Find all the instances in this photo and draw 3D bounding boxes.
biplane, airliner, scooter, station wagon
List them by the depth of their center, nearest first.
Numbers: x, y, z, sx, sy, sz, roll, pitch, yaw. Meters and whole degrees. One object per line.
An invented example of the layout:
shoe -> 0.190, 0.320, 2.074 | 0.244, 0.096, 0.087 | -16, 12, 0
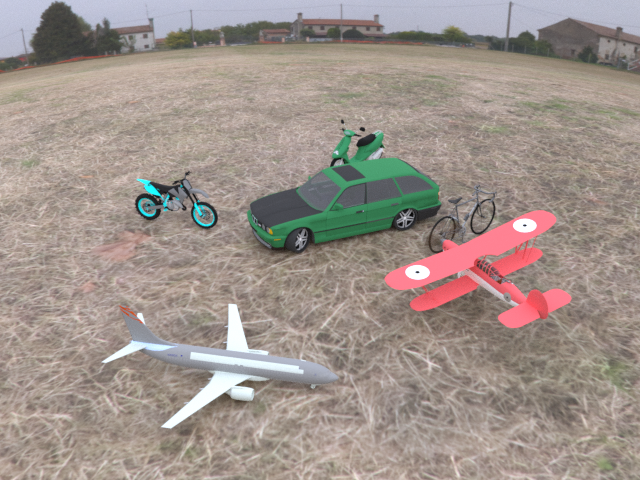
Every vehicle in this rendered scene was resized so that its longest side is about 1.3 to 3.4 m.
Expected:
airliner -> -1.043, 1.208, 7.819 | 2.541, 0.835, 2.257 | 5, 29, 9
biplane -> 2.144, 0.484, 9.009 | 2.598, 0.981, 2.120 | -14, 31, -24
station wagon -> 0.379, -0.648, 11.175 | 3.105, 0.920, 1.327 | -12, 31, -21
scooter -> 0.731, -1.816, 13.344 | 1.399, 0.919, 0.662 | -22, 35, -34

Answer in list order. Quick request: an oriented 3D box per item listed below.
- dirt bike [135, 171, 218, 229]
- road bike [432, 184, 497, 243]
dirt bike -> -2.327, -0.641, 11.229 | 1.493, 0.857, 0.527 | 9, 30, 16
road bike -> 2.194, -0.334, 10.663 | 1.545, 0.852, 0.358 | -21, 35, -34
